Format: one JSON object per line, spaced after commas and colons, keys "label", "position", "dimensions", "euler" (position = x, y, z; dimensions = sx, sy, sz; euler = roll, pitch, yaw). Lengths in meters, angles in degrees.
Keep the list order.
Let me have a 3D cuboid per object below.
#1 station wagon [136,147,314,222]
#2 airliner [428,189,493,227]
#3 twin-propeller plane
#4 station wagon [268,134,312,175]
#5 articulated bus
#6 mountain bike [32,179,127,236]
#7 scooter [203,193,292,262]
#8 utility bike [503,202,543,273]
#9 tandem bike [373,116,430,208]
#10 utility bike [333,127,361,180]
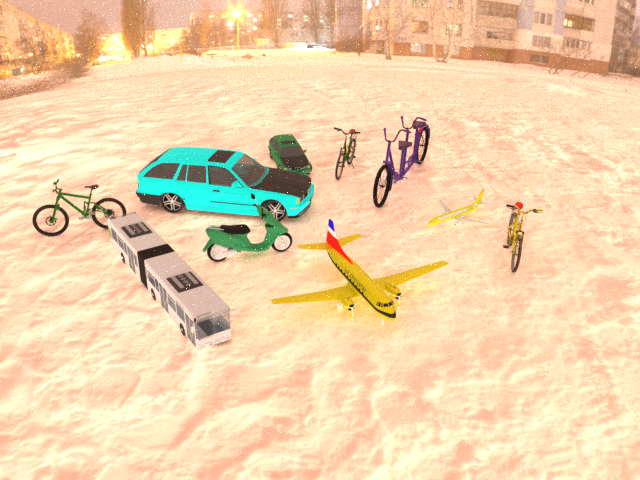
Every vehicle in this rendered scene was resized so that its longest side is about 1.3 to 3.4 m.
{"label": "station wagon", "position": [-1.646, -1.053, 12.374], "dimensions": [3.105, 0.920, 1.327], "euler": [6, 28, 11]}
{"label": "airliner", "position": [2.333, -0.535, 11.906], "dimensions": [1.307, 0.429, 1.161], "euler": [-18, 32, -30]}
{"label": "twin-propeller plane", "position": [0.517, 0.429, 9.650], "dimensions": [2.663, 0.792, 2.129], "euler": [-11, 29, -21]}
{"label": "station wagon", "position": [-0.629, -1.753, 14.211], "dimensions": [0.682, 0.473, 1.597], "euler": [-7, 28, -13]}
{"label": "articulated bus", "position": [-2.205, 0.461, 9.840], "dimensions": [0.605, 0.561, 3.401], "euler": [-17, 32, -29]}
{"label": "mountain bike", "position": [-3.925, -0.515, 11.391], "dimensions": [1.469, 0.868, 0.573], "euler": [-8, 28, -15]}
{"label": "scooter", "position": [-1.097, -0.152, 10.635], "dimensions": [1.399, 0.919, 0.662], "euler": [-9, 29, -16]}
{"label": "utility bike", "position": [3.029, -0.163, 10.626], "dimensions": [0.535, 0.946, 1.435], "euler": [4, 28, 8]}
{"label": "tandem bike", "position": [1.598, -1.687, 13.158], "dimensions": [0.550, 1.326, 3.192], "euler": [12, 30, 22]}
{"label": "utility bike", "position": [0.571, -1.793, 13.774], "dimensions": [0.535, 0.946, 1.435], "euler": [8, 28, 15]}
